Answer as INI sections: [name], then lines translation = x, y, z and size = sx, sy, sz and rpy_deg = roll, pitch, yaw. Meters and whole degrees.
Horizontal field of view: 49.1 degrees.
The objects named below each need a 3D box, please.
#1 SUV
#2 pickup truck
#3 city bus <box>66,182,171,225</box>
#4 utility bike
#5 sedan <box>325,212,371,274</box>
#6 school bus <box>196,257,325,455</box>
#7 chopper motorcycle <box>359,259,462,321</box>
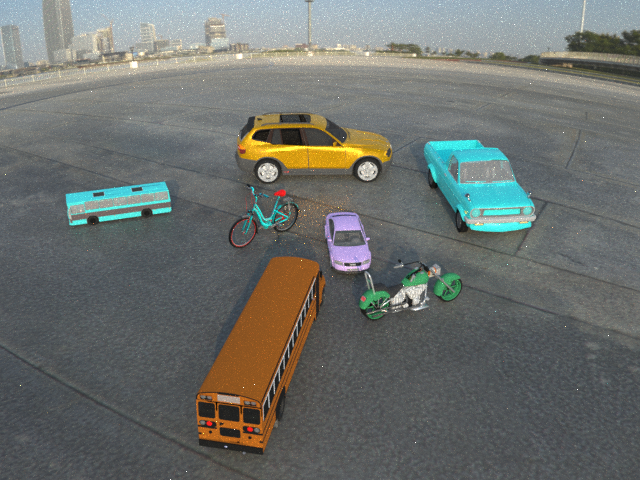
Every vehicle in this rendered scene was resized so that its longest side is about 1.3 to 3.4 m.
[SUV]
translation = -0.114, -1.836, 13.548
size = 3.058, 1.128, 1.276
rpy_deg = -1, 27, -2
[pickup truck]
translation = 2.713, -1.116, 12.287
size = 1.244, 0.993, 3.117
rpy_deg = -3, 27, -5
[city bus]
translation = -3.404, -0.605, 11.872
size = 1.674, 0.460, 0.476
rpy_deg = -9, 28, -17
[utility bike]
translation = -0.818, -0.413, 10.963
size = 1.435, 0.946, 0.535
rpy_deg = -22, 34, -36
[sedan]
translation = 0.414, -0.022, 10.706
size = 0.635, 0.483, 1.613
rpy_deg = -2, 27, -4
[school bus]
translation = -0.543, 1.082, 8.148
size = 0.709, 0.844, 3.322
rpy_deg = 5, 28, 10
[chopper motorcycle]
translation = 1.216, 0.600, 9.184
size = 1.563, 0.761, 0.466
rpy_deg = -13, 30, -23
